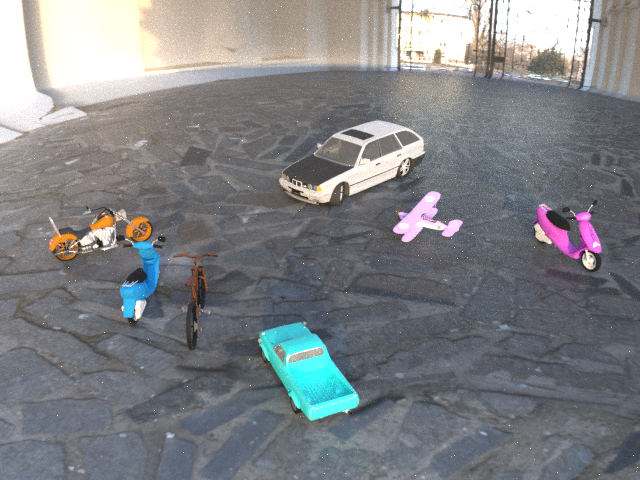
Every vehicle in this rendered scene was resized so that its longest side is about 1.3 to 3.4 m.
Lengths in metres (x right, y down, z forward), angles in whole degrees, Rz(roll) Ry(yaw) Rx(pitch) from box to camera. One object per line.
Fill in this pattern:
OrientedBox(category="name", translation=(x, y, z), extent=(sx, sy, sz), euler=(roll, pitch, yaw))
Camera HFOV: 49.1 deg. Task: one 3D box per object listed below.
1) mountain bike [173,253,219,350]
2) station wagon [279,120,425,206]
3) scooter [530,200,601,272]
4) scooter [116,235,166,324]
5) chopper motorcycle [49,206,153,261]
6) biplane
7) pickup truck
OrientedBox(category="mountain bike", translation=(-1.546, 0.692, 8.716), extent=(0.573, 0.868, 1.469), euler=(-1, 27, -2))
OrientedBox(category="station wagon", translation=(0.642, -1.522, 13.040), extent=(1.327, 0.920, 3.105), euler=(23, 35, 38))
OrientedBox(category="scooter", translation=(3.672, -0.176, 10.378), extent=(0.662, 0.919, 1.399), euler=(-13, 29, -24))
OrientedBox(category="scooter", translation=(-2.344, 0.429, 9.180), extent=(0.662, 0.919, 1.399), euler=(1, 27, 3))
OrientedBox(category="chopper motorcycle", translation=(-3.291, -0.168, 10.536), extent=(1.563, 0.761, 0.466), euler=(-18, 32, -32))
OrientedBox(category="biplane", translation=(1.674, -0.275, 11.032), extent=(1.090, 0.504, 1.336), euler=(17, 31, 30))
OrientedBox(category="pickup truck", translation=(-0.164, 1.382, 7.746), extent=(0.640, 0.511, 1.603), euler=(-11, 29, -21))
